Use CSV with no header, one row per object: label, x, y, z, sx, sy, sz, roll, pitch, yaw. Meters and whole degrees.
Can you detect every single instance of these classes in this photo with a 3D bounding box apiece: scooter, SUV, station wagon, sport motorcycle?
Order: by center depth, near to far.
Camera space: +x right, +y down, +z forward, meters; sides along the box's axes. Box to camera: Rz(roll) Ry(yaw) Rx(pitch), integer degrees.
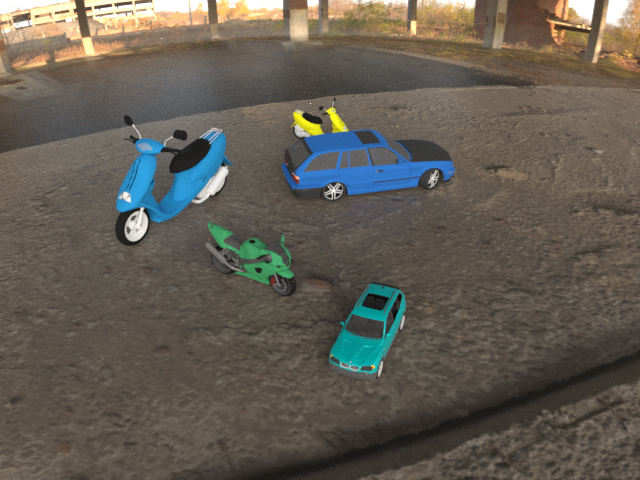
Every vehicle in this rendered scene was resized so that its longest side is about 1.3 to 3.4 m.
SUV,0.626,1.099,8.796,0.656,0.580,1.572,12,33,18
sport motorcycle,-0.973,0.271,9.926,1.520,0.821,0.506,19,36,28
scooter,-2.367,-1.160,11.351,1.288,1.786,2.721,18,36,27
station wagon,0.900,-1.452,12.665,3.105,0.920,1.327,-8,32,-12
scooter,0.014,-2.388,14.206,1.399,0.919,0.662,16,35,25
